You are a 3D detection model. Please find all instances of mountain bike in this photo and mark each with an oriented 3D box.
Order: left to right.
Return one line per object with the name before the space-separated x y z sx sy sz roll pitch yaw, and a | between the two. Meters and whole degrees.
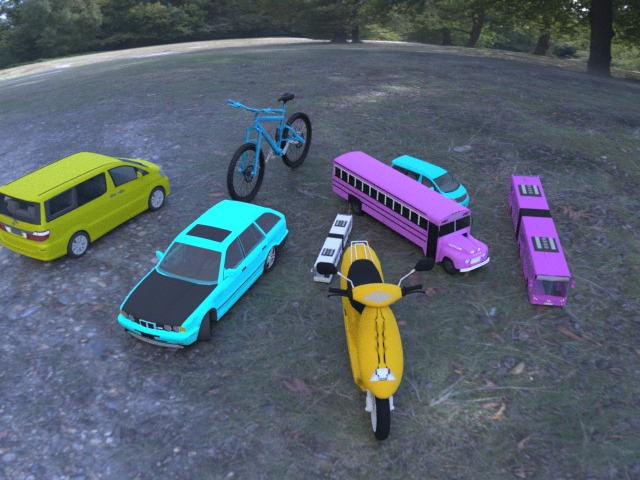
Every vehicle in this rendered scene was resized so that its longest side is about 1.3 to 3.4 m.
mountain bike | -0.884 -1.826 12.888 1.114 1.688 2.857 15 33 24

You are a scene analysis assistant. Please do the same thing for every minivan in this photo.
minivan | -3.804 -0.764 11.546 1.324 1.197 3.011 16 34 25
minivan | 1.939 -0.999 12.531 0.681 0.616 1.548 -26 39 -37

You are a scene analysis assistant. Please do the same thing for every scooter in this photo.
scooter | 0.579 0.833 8.200 1.288 1.786 2.721 -2 30 -3

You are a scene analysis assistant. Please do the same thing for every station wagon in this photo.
station wagon | -1.580 0.319 9.952 1.327 0.920 3.105 12 32 20

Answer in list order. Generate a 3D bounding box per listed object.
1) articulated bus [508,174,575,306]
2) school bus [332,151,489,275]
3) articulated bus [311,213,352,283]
articulated bus | 3.393 -0.115 11.059 0.605 0.561 3.401 4 30 7
school bus | 1.413 -0.510 11.459 0.709 0.844 3.322 -19 35 -29
articulated bus | 0.218 0.096 10.966 0.311 0.289 1.749 7 31 11
